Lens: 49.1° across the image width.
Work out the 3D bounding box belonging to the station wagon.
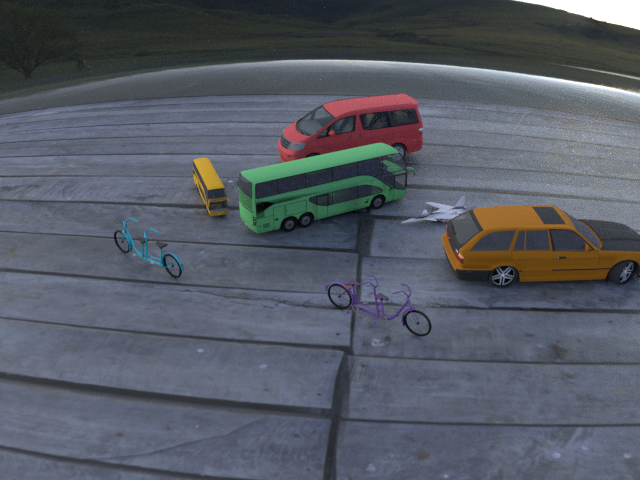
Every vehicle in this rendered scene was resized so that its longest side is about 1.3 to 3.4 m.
[{"bbox_3d":[3.491,0.019,10.700,3.105,0.920,1.327,-1,29,-2],"label":"station wagon"}]

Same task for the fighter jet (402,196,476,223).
[{"bbox_3d":[2.043,-0.475,12.261,1.358,0.286,1.147,-9,30,-16],"label":"fighter jet"}]

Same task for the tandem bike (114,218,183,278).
[{"bbox_3d":[-2.684,0.093,10.814,1.642,0.682,0.283,21,35,33],"label":"tandem bike"}]

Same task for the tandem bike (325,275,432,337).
[{"bbox_3d":[0.770,0.818,9.491,1.642,0.682,0.283,17,33,28],"label":"tandem bike"}]

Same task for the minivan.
[{"bbox_3d":[0.620,-2.260,14.570,3.011,1.197,1.324,-9,30,-16],"label":"minivan"}]

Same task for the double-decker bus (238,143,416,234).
[{"bbox_3d":[0.154,-0.956,12.342,3.251,1.052,0.756,-15,32,-25],"label":"double-decker bus"}]

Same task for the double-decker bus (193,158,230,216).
[{"bbox_3d":[-2.030,-0.979,12.915,0.389,0.541,1.672,-10,30,-17],"label":"double-decker bus"}]
